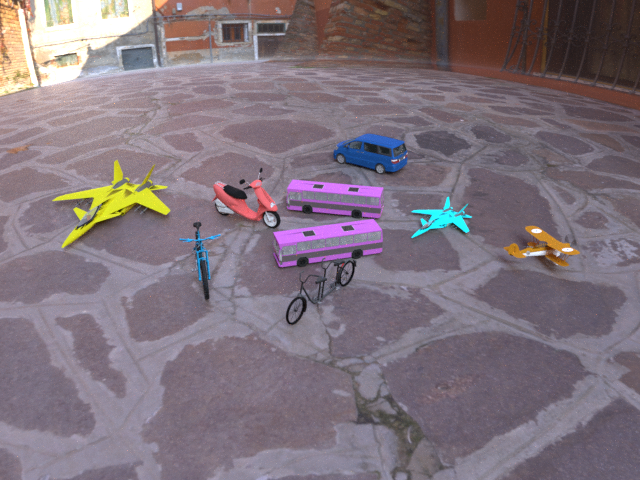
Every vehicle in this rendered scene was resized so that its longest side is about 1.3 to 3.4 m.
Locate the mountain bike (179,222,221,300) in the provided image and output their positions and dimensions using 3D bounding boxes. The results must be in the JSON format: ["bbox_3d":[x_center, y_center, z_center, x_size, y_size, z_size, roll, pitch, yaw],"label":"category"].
[{"bbox_3d":[-1.736,0.217,10.207,0.573,0.868,1.469,-7,29,-12],"label":"mountain bike"}]

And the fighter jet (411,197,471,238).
[{"bbox_3d":[1.969,-0.348,11.868,1.147,0.286,1.358,24,37,37],"label":"fighter jet"}]

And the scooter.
[{"bbox_3d":[-1.279,-0.735,11.918,1.399,0.919,0.662,15,32,26],"label":"scooter"}]

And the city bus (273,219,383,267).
[{"bbox_3d":[0.123,0.061,10.926,1.674,0.460,0.476,-8,29,-14],"label":"city bus"}]

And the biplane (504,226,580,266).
[{"bbox_3d":[3.372,0.140,10.733,1.090,0.504,1.336,-6,29,-12],"label":"biplane"}]

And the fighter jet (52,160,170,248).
[{"bbox_3d":[-3.748,-0.634,12.112,2.229,0.557,2.640,7,29,13],"label":"fighter jet"}]

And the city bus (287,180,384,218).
[{"bbox_3d":[0.271,-0.710,12.355,1.674,0.460,0.476,6,29,11],"label":"city bus"}]

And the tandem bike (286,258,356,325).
[{"bbox_3d":[0.044,0.586,9.718,0.283,0.682,1.642,19,34,31],"label":"tandem bike"}]

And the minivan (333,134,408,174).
[{"bbox_3d":[1.003,-1.813,14.237,1.548,0.616,0.681,19,33,31],"label":"minivan"}]
